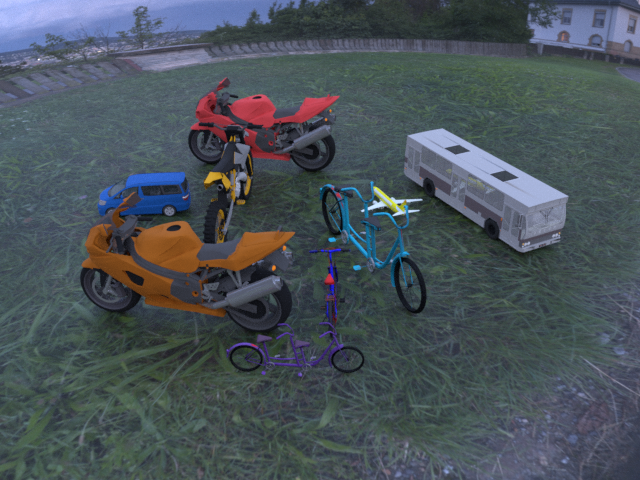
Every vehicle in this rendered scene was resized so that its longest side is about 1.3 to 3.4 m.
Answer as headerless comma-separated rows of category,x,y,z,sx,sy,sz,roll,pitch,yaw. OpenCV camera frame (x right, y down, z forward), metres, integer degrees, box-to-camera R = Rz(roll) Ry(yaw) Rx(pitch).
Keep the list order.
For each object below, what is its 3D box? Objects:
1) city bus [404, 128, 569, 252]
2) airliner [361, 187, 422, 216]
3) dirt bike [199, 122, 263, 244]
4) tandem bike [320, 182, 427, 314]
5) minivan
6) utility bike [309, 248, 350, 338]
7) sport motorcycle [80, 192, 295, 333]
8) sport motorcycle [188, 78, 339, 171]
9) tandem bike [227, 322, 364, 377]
city bus,2.660,-0.896,11.830,0.926,0.894,3.255,-15,33,-24
airliner,1.177,-0.743,12.031,1.161,0.429,1.307,-12,32,-19
dirt bike,-1.449,-0.969,11.184,1.024,1.666,2.903,4,30,6
tandem bike,0.692,-0.174,10.147,0.550,1.326,3.192,-13,32,-21
minivan,-2.999,-0.777,11.903,1.548,0.616,0.681,-3,30,-5
utility bike,0.117,0.606,9.174,0.535,0.946,1.435,2,30,3
sport motorcycle,-1.744,0.372,8.929,2.955,1.596,0.983,6,30,10
sport motorcycle,-1.104,-2.120,13.250,2.955,1.596,0.983,5,30,8
tandem bike,-0.293,1.291,8.250,1.642,0.682,0.283,1,30,1
